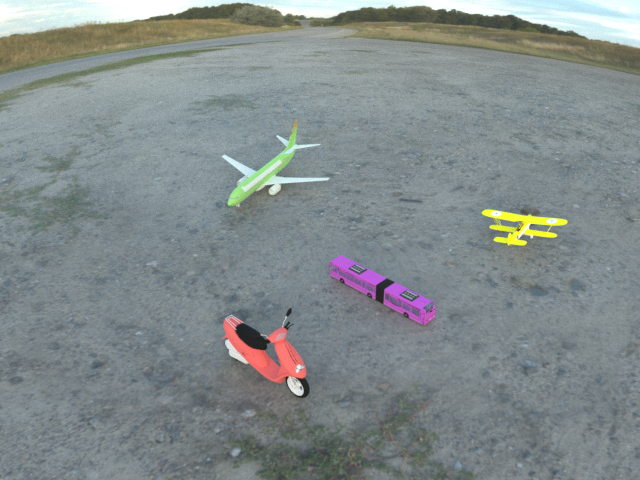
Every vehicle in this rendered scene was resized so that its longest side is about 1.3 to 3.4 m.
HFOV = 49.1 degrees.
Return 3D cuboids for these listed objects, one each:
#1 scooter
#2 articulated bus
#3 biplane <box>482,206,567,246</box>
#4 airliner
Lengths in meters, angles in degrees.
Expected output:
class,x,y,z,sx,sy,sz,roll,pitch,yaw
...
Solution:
class,x,y,z,sx,sy,sz,roll,pitch,yaw
scooter,-0.664,1.252,8.241,1.399,0.919,0.662,23,38,33
articulated bus,0.840,0.678,9.800,1.749,0.289,0.311,27,40,37
biplane,3.115,-0.166,10.987,1.336,0.504,1.090,19,36,28
airliner,-0.979,-1.383,12.681,2.257,0.835,2.541,15,34,23
